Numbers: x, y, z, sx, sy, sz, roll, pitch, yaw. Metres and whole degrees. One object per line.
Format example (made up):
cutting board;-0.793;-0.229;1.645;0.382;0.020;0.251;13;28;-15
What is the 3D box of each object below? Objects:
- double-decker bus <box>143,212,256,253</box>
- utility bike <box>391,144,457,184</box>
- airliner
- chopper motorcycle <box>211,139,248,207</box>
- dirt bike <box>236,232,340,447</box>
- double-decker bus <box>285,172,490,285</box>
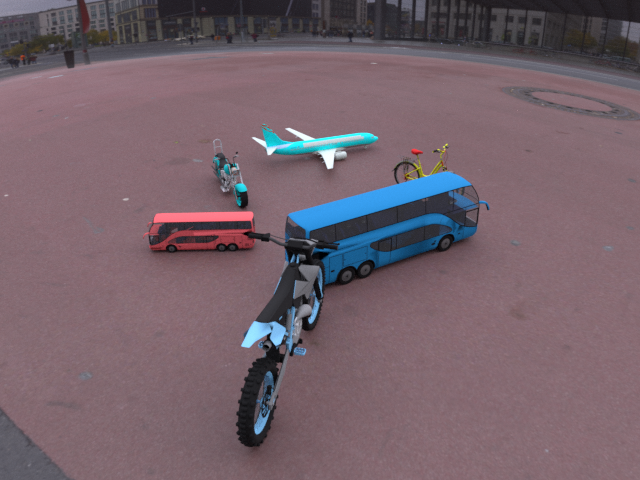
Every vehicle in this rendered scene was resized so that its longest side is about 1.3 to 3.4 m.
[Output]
double-decker bus;-1.826;-0.129;10.689;1.672;0.541;0.389;-1;30;-2
utility bike;1.911;-1.236;12.230;1.435;0.946;0.535;19;35;30
airliner;0.017;-2.039;13.759;2.541;0.835;2.257;-12;32;-20
chopper motorcycle;-1.589;-1.182;12.323;0.466;0.761;1.563;-13;32;-21
dirt bike;-0.377;0.849;7.824;1.024;1.666;2.903;8;30;13
double-decker bus;1.023;-0.207;10.309;3.251;1.052;0.756;-17;34;-27
